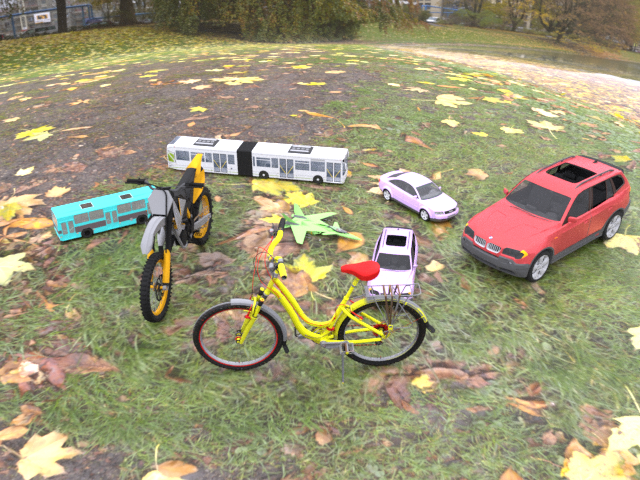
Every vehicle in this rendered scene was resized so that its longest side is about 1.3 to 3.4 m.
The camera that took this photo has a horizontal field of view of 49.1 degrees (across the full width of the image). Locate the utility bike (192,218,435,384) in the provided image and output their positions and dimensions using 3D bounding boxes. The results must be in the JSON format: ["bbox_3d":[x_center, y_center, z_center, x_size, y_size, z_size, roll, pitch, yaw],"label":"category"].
[{"bbox_3d":[-0.053,0.796,7.756,2.791,1.839,1.039,-2,30,-3],"label":"utility bike"}]

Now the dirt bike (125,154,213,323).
[{"bbox_3d":[-1.948,-0.203,9.655,1.024,1.666,2.903,4,30,7],"label":"dirt bike"}]

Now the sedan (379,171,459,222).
[{"bbox_3d":[1.662,-0.802,11.870,0.635,0.483,1.613,-20,36,-31],"label":"sedan"}]

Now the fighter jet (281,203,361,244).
[{"bbox_3d":[0.054,-0.236,11.089,1.358,0.286,1.147,15,33,25],"label":"fighter jet"}]

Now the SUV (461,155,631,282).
[{"bbox_3d":[3.488,-0.439,10.601,3.058,1.128,1.276,-22,37,-33],"label":"SUV"}]

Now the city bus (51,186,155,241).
[{"bbox_3d":[-3.387,-0.423,11.240,1.674,0.460,0.476,-16,34,-26],"label":"city bus"}]

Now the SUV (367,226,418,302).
[{"bbox_3d":[1.037,0.337,9.805,0.656,0.580,1.572,5,30,9],"label":"SUV"}]

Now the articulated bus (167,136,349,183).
[{"bbox_3d":[-1.145,-1.493,12.988,3.401,0.561,0.605,6,31,10],"label":"articulated bus"}]
